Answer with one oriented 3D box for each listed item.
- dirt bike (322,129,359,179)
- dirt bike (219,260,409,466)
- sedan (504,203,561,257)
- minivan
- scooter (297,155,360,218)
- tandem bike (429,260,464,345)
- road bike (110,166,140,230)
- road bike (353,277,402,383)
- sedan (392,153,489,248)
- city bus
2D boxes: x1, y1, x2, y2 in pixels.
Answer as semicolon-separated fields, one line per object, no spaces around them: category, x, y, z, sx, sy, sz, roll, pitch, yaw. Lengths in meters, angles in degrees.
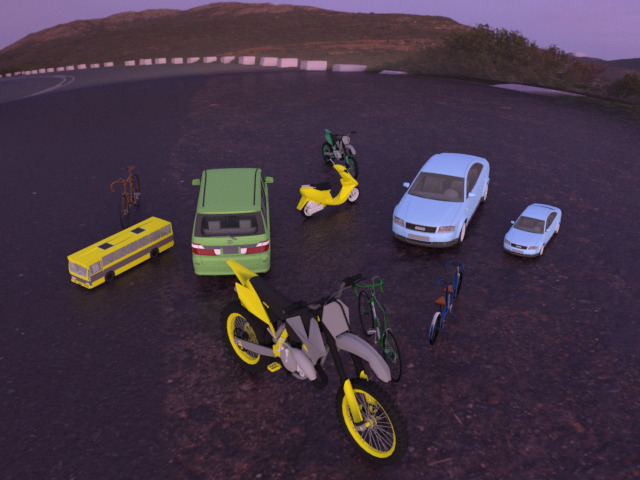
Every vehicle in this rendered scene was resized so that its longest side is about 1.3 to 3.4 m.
dirt bike;0.404;-1.780;14.024;0.527;0.857;1.493;-12;29;-23
dirt bike;-0.169;1.119;7.343;1.024;1.666;2.903;-22;34;-37
sedan;3.455;-0.218;11.326;0.635;0.483;1.613;15;30;28
minivan;-1.380;-0.503;11.099;1.324;1.197;3.011;-2;27;-5
scooter;0.174;-0.942;12.284;1.399;0.919;0.662;-20;33;-34
tandem bike;1.669;0.752;9.171;0.283;0.682;1.642;11;29;21
road bike;-3.280;-0.791;12.057;0.358;0.852;1.545;-1;27;-2
road bike;0.710;1.027;8.433;0.358;0.852;1.545;-7;27;-13
sedan;2.141;-0.847;12.070;1.235;0.940;3.137;11;29;20
city bus;-2.961;0.182;10.555;0.476;0.460;1.674;17;31;30
